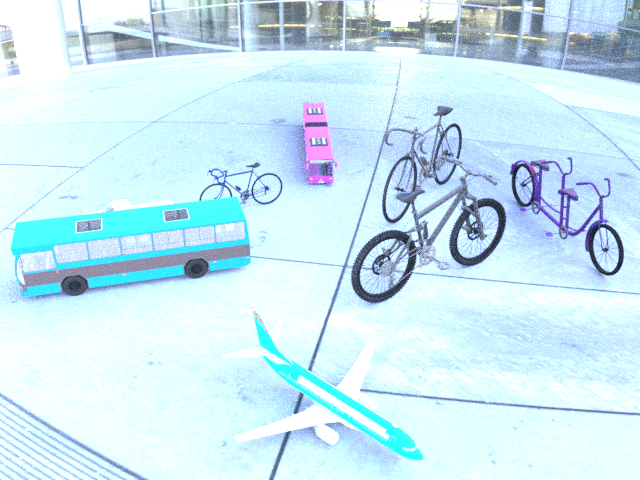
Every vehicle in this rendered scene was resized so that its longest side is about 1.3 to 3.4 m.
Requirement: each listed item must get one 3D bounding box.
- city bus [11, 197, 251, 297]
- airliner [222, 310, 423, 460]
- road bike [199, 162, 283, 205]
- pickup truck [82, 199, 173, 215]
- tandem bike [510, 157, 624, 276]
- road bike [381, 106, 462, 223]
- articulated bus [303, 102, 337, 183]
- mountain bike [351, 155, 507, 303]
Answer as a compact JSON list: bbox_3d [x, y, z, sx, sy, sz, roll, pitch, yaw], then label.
[{"bbox_3d":[-2.701,0.105,10.279,3.255,0.894,0.926,-8,30,-13],"label":"city bus"},{"bbox_3d":[0.107,1.589,7.717,2.541,0.835,2.257,24,37,36],"label":"airliner"},{"bbox_3d":[-1.359,-0.910,12.117,1.545,0.852,0.358,-14,32,-23],"label":"road bike"},{"bbox_3d":[-3.159,-0.368,11.506,1.603,0.511,0.640,-10,31,-17],"label":"pickup truck"},{"bbox_3d":[3.888,-0.662,11.197,0.550,1.326,3.192,-8,30,-14],"label":"tandem bike"},{"bbox_3d":[1.857,-1.431,12.221,0.696,1.656,3.004,19,34,29],"label":"road bike"},{"bbox_3d":[-0.068,-2.082,14.482,0.605,0.561,3.401,-1,30,-3],"label":"articulated bus"},{"bbox_3d":[1.630,-0.131,9.891,2.857,1.688,1.114,-18,34,-29],"label":"mountain bike"}]
